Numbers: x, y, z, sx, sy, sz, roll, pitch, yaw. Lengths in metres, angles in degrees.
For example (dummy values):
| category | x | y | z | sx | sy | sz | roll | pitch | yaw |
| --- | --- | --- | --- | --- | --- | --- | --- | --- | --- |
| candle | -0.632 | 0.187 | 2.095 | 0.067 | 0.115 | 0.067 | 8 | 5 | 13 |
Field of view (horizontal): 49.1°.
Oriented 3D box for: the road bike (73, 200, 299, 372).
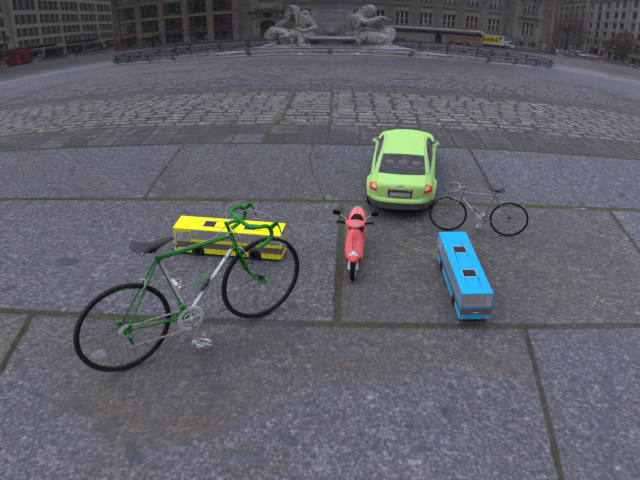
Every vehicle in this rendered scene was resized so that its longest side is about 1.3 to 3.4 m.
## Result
| category | x | y | z | sx | sy | sz | roll | pitch | yaw |
| --- | --- | --- | --- | --- | --- | --- | --- | --- | --- |
| road bike | -1.505 | 0.540 | 8.412 | 3.004 | 1.656 | 0.696 | -19 | 35 | -30 |

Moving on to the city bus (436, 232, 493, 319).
| category | x | y | z | sx | sy | sz | roll | pitch | yaw |
| --- | --- | --- | --- | --- | --- | --- | --- | --- | --- |
| city bus | 1.983 | 0.483 | 9.734 | 0.476 | 0.460 | 1.674 | -1 | 29 | -2 |

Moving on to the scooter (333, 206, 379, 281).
| category | x | y | z | sx | sy | sz | roll | pitch | yaw |
| --- | --- | --- | --- | --- | --- | --- | --- | --- | --- |
| scooter | 0.523 | -0.097 | 10.296 | 0.662 | 0.919 | 1.399 | 3 | 29 | 5 |

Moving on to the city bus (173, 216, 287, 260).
| category | x | y | z | sx | sy | sz | roll | pitch | yaw |
| --- | --- | --- | --- | --- | --- | --- | --- | --- | --- |
| city bus | -1.356 | -0.020 | 10.629 | 1.674 | 0.460 | 0.476 | 4 | 30 | 8 |

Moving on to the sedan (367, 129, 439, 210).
| category | x | y | z | sx | sy | sz | roll | pitch | yaw |
| --- | --- | --- | --- | --- | --- | --- | --- | --- | --- |
| sedan | 1.530 | -1.472 | 12.720 | 1.235 | 0.940 | 3.137 | 4 | 30 | 7 |

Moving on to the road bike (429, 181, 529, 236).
| category | x | y | z | sx | sy | sz | roll | pitch | yaw |
| --- | --- | --- | --- | --- | --- | --- | --- | --- | --- |
| road bike | 2.511 | -0.481 | 11.048 | 1.545 | 0.852 | 0.358 | 6 | 30 | 10 |
